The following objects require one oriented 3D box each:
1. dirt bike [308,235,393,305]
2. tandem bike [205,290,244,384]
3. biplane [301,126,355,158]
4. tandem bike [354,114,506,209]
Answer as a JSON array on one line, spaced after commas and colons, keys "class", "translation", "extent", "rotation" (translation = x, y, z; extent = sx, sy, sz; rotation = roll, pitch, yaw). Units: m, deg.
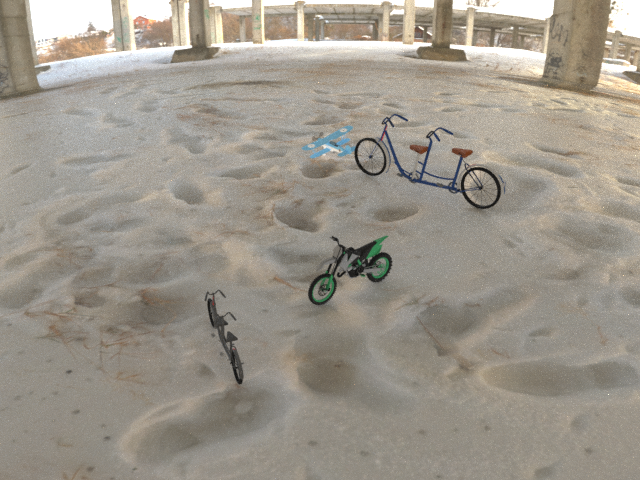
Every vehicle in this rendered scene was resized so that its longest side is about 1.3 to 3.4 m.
[{"class": "dirt bike", "translation": [0.450, 0.368, 9.759], "extent": [1.493, 0.857, 0.527], "rotation": [-19, 34, -32]}, {"class": "tandem bike", "translation": [-1.183, 1.104, 8.561], "extent": [0.283, 0.682, 1.642], "rotation": [-10, 30, -19]}, {"class": "biplane", "translation": [0.268, -1.931, 14.460], "extent": [1.336, 0.504, 1.090], "rotation": [-22, 35, -35]}, {"class": "tandem bike", "translation": [1.919, -1.485, 12.747], "extent": [3.192, 1.326, 0.550], "rotation": [21, 34, 34]}]
